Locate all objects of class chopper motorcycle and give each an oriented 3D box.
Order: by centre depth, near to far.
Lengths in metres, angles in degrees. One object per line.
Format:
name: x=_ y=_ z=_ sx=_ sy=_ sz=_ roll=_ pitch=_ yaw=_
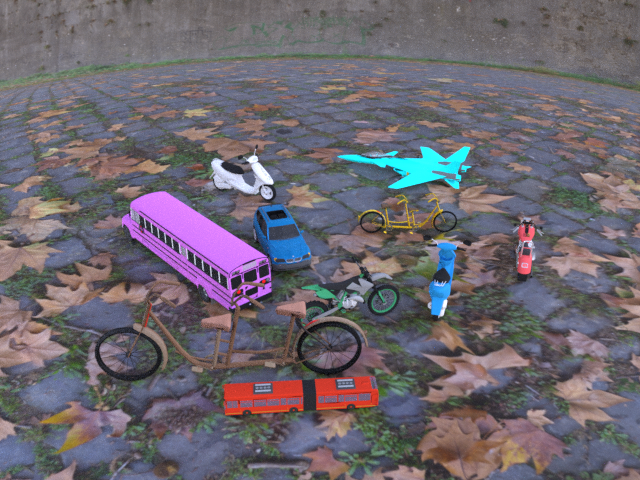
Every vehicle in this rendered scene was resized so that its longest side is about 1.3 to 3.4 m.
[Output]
chopper motorcycle: x=3.109 y=0.017 z=10.594 sx=0.466 sy=0.761 sz=1.563 roll=7 pitch=30 yaw=13

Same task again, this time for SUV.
SUV: x=-0.620 y=-0.070 z=10.942 sx=0.656 sy=0.580 sz=1.572 roll=-9 pitch=30 yaw=-16

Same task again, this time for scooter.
scooter: x=1.699 y=0.447 z=9.648 sx=0.662 sy=0.919 sz=1.399 roll=8 pitch=30 yaw=14
scooter: x=-1.417 y=-1.232 z=12.707 sx=1.399 sy=0.919 sz=0.662 roll=13 pitch=31 yaw=23

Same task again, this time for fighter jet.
fighter jet: x=1.574 y=-1.607 z=13.766 sx=2.640 sy=0.557 sz=2.229 roll=11 pitch=31 yaw=20

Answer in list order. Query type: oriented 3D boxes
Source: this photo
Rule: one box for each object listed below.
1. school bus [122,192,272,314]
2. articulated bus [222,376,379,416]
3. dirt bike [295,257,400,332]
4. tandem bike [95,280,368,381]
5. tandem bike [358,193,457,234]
school bus: x=-1.978 y=0.052 z=10.445 sx=0.709 sy=0.844 sz=3.322 roll=-22 pitch=36 yaw=-35
articulated bus: x=-0.223 y=1.758 z=7.915 sx=1.749 sy=0.289 sz=0.311 roll=-2 pitch=29 yaw=-4
dirt bike: x=0.376 y=0.732 z=9.193 sx=1.493 sy=0.857 sz=0.527 roll=-10 pitch=30 yaw=-18
tandem bike: x=-1.024 y=1.071 z=8.089 sx=3.192 sy=1.326 sz=0.550 roll=-2 pitch=29 yaw=-3
tandem bike: x=1.441 y=-0.420 z=11.473 sx=1.642 sy=0.682 sz=0.283 roll=0 pitch=29 yaw=0
